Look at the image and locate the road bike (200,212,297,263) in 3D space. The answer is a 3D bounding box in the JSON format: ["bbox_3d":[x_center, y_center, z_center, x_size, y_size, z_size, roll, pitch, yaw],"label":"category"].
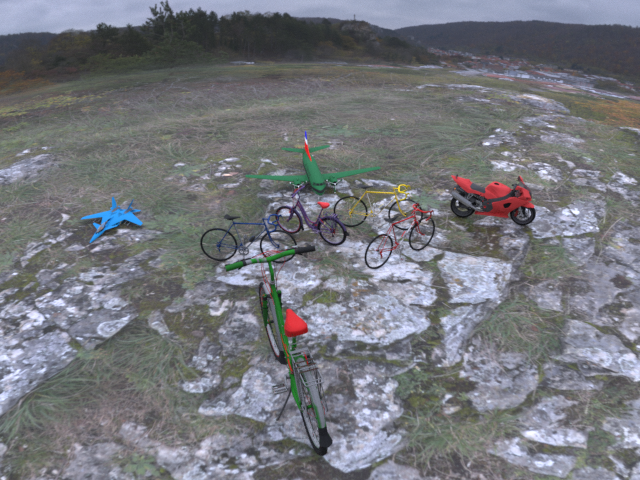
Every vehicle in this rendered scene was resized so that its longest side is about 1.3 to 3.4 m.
[{"bbox_3d":[-1.130,-0.022,11.007,1.545,0.852,0.358,2,28,3],"label":"road bike"}]

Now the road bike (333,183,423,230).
[{"bbox_3d":[1.001,-0.576,12.034,1.545,0.852,0.358,4,29,7],"label":"road bike"}]

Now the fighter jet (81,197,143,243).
[{"bbox_3d":[-3.693,-0.343,12.198,1.147,0.286,1.358,6,29,10],"label":"fighter jet"}]

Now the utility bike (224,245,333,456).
[{"bbox_3d":[-0.446,1.096,7.890,1.039,1.839,2.791,-9,29,-15],"label":"utility bike"}]

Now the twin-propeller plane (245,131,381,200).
[{"bbox_3d":[-0.150,-1.467,13.752,2.663,0.792,2.129,-4,29,-8],"label":"twin-propeller plane"}]

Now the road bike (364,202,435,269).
[{"bbox_3d":[1.292,-0.071,11.098,1.545,0.852,0.358,-21,34,-33],"label":"road bike"}]

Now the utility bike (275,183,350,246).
[{"bbox_3d":[-0.171,-0.392,11.594,1.435,0.946,0.535,15,32,26],"label":"utility bike"}]

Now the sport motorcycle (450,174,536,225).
[{"bbox_3d":[3.039,-0.712,12.320,1.520,0.821,0.506,9,30,16],"label":"sport motorcycle"}]
